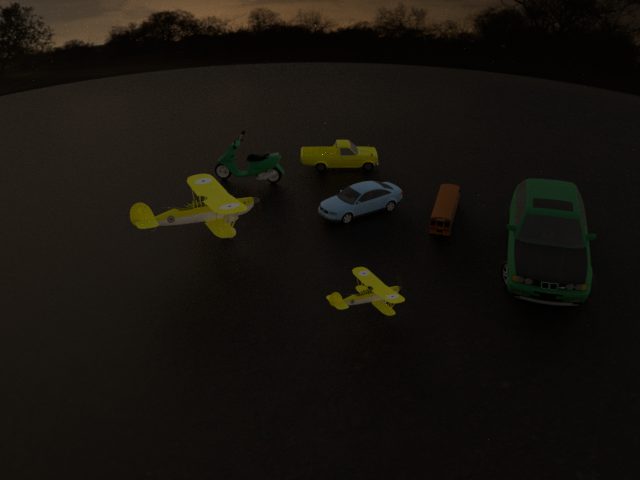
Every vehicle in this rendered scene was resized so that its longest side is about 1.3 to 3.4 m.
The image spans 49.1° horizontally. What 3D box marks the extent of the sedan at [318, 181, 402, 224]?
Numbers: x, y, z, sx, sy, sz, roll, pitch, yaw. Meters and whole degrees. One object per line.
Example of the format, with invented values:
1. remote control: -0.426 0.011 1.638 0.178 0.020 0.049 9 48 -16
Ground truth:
1. sedan: 0.718 -0.725 12.385 1.613 0.483 0.635 -16 32 -28

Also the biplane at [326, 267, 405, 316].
1. biplane: 0.630 0.759 9.578 1.090 0.504 1.336 -11 30 -19

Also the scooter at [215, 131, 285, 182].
1. scooter: -1.377 -1.566 13.501 1.399 0.919 0.662 5 28 9

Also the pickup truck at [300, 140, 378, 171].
1. pickup truck: 0.390 -1.743 14.268 1.603 0.511 0.640 -1 28 -1

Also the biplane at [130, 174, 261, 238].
1. biplane: -2.000 -0.470 11.379 2.120 0.981 2.598 -11 30 -20

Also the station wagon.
1. station wagon: 3.512 -0.111 10.769 1.327 0.920 3.105 7 29 13

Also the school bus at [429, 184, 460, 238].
1. school bus: 2.174 -0.552 12.114 0.365 0.434 1.708 7 29 14
